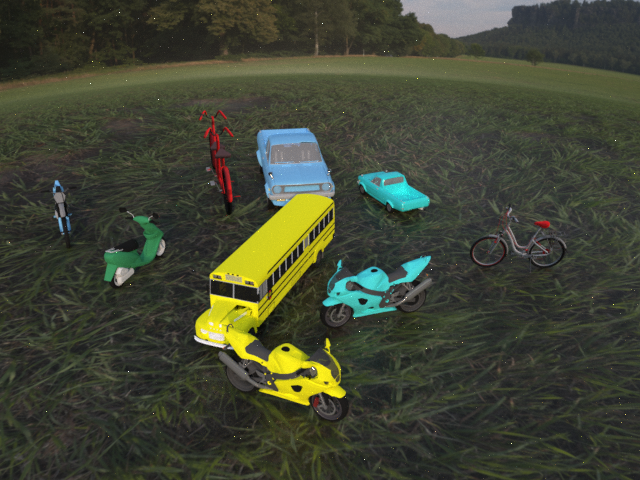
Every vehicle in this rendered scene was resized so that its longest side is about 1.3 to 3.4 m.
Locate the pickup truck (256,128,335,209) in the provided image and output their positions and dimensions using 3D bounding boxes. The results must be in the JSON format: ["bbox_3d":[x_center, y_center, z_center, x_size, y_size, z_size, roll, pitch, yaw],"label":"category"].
[{"bbox_3d":[-0.525,-1.520,13.201,1.244,0.993,3.117,-4,26,-8],"label":"pickup truck"}]

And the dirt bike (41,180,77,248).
[{"bbox_3d":[-4.120,-0.481,11.198,0.527,0.857,1.493,-10,27,-20],"label":"dirt bike"}]

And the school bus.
[{"bbox_3d":[-0.656,0.337,9.509,0.709,0.844,3.322,9,27,18],"label":"school bus"}]

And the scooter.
[{"bbox_3d":[-2.637,0.057,10.006,0.662,0.919,1.399,10,27,20],"label":"scooter"}]

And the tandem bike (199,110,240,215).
[{"bbox_3d":[-1.861,-1.534,12.848,0.550,1.326,3.192,-6,26,-12],"label":"tandem bike"}]

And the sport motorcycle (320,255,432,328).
[{"bbox_3d":[0.709,0.651,8.883,1.520,0.821,0.506,-10,27,-19],"label":"sport motorcycle"}]

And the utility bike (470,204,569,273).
[{"bbox_3d":[2.901,0.017,10.058,1.435,0.946,0.535,1,26,1],"label":"utility bike"}]

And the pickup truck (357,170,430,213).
[{"bbox_3d":[1.285,-0.909,12.487,0.640,0.511,1.603,-12,28,-24],"label":"pickup truck"}]

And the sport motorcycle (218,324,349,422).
[{"bbox_3d":[-0.383,1.389,7.348,1.520,0.821,0.506,13,29,25],"label":"sport motorcycle"}]
